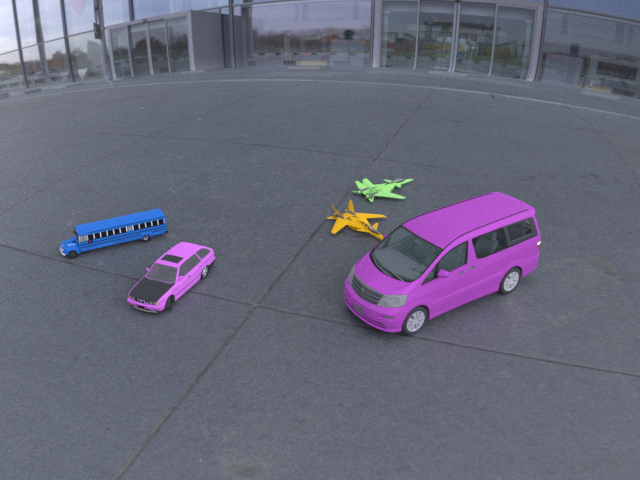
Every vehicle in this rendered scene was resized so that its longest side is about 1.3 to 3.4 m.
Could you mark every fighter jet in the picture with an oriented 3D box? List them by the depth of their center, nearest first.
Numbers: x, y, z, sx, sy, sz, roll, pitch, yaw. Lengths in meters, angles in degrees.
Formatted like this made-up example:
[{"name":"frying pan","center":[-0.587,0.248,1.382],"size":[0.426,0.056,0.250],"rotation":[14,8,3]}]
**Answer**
[{"name":"fighter jet","center":[0.741,-0.294,11.986],"size":[1.147,0.286,1.358],"rotation":[-18,33,-30]},{"name":"fighter jet","center":[1.311,-1.087,13.483],"size":[1.358,0.286,1.147],"rotation":[-19,34,-32]}]

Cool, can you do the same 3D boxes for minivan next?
[{"name":"minivan","center":[1.766,0.262,9.965],"size":[3.011,1.197,1.324],"rotation":[-18,33,-30]}]

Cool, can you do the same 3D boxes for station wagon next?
[{"name":"station wagon","center":[-2.176,0.492,10.304],"size":[0.682,0.473,1.597],"rotation":[11,30,20]}]

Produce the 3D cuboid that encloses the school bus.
[{"name":"school bus","center":[-3.391,-0.119,11.498],"size":[1.708,0.434,0.365],"rotation":[-14,31,-25]}]
